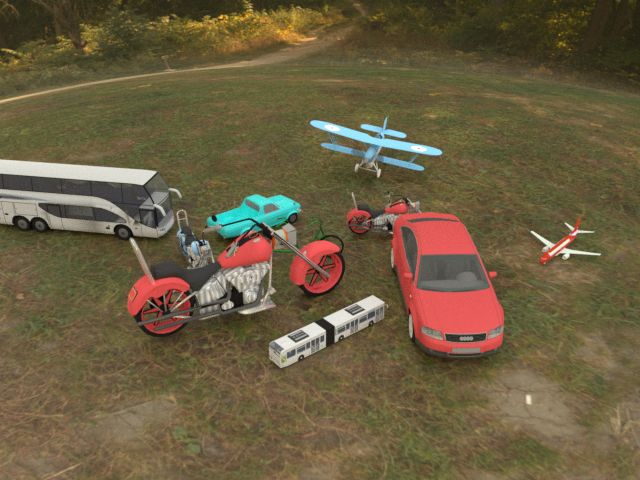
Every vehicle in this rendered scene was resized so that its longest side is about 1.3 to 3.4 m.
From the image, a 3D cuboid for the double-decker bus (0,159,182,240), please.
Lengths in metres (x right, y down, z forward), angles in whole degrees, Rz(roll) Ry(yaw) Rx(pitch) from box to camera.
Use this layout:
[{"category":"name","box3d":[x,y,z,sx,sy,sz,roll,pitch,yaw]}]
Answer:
[{"category":"double-decker bus","box3d":[-3.962,-0.676,11.582,3.251,1.052,0.756,5,28,9]}]

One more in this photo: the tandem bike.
[{"category":"tandem bike","box3d":[-0.452,-0.031,10.748,1.642,0.682,0.283,1,28,1]}]

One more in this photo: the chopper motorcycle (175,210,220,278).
[{"category":"chopper motorcycle","box3d":[-1.787,0.166,10.286,0.466,0.761,1.563,-14,31,-25]}]

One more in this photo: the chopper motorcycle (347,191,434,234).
[{"category":"chopper motorcycle","box3d":[1.218,-0.420,11.407,1.563,0.761,0.466,0,28,0]}]

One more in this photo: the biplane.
[{"category":"biplane","box3d":[1.154,-1.880,13.960,2.598,0.981,2.120,7,28,13]}]

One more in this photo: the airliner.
[{"category":"airliner","box3d":[3.777,0.007,10.948,1.161,0.429,1.307,23,36,37]}]

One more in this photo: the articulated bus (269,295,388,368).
[{"category":"articulated bus","box3d":[0.132,1.145,8.924,1.749,0.289,0.311,-21,34,-34]}]

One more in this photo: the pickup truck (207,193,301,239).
[{"category":"pickup truck","box3d":[-1.083,-0.436,11.707,1.603,0.511,0.640,-22,35,-36]}]

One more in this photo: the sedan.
[{"category":"sedan","box3d":[1.688,0.423,9.601,1.235,0.940,3.137,-1,28,-2]}]

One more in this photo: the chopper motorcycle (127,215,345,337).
[{"category":"chopper motorcycle","box3d":[-1.022,0.345,9.170,3.040,1.480,0.906,-14,31,-25]}]
